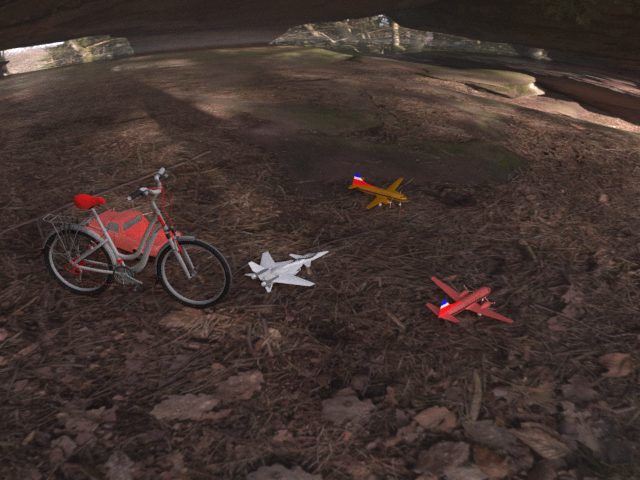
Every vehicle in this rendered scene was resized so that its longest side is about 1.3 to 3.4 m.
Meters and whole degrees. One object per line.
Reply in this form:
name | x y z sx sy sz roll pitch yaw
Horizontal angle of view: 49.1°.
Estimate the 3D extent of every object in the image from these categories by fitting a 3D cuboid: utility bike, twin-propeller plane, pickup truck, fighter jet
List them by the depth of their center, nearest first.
utility bike | -2.513 -0.022 9.334 2.791 1.839 1.039 6 31 9
twin-propeller plane | 1.949 0.795 9.358 1.095 0.407 1.370 -23 38 -34
fighter jet | -0.389 0.317 10.290 1.358 0.286 1.147 -23 37 -33
pickup truck | -2.916 -0.138 10.843 1.603 0.511 0.640 17 34 26
twin-propeller plane | 1.051 -0.875 12.199 1.095 0.407 1.370 17 34 26
